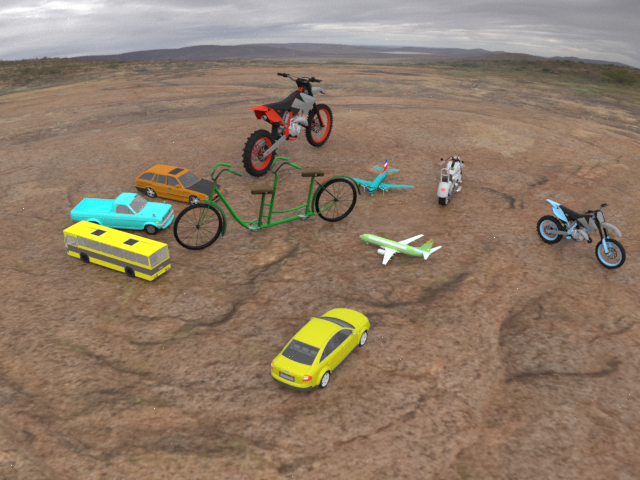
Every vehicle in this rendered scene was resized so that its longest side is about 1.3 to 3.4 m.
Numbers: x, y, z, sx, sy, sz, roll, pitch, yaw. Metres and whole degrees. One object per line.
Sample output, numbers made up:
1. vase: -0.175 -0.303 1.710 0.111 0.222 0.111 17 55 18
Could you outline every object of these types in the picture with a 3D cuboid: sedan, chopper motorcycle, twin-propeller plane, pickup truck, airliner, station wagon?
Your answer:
1. sedan: 0.042 1.199 8.274 0.635 0.483 1.613 16 31 28
2. chopper motorcycle: 2.366 -1.170 12.548 0.466 0.761 1.563 10 29 19
3. twin-propeller plane: 1.084 -1.142 12.881 1.370 0.407 1.095 10 29 19
4. pickup truck: -3.235 -0.473 11.476 1.603 0.511 0.640 4 28 7
5. airliner: 1.152 0.010 10.629 1.307 0.429 1.161 18 33 31
6. station wagon: -2.529 -1.013 12.558 1.597 0.473 0.682 12 30 22

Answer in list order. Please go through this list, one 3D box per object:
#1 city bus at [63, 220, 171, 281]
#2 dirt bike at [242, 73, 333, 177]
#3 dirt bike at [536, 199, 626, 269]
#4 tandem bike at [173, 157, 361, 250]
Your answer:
1. city bus: -2.997 0.162 10.303 1.674 0.460 0.476 14 31 25
2. dirt bike: -0.591 -2.371 13.885 1.024 1.666 2.903 18 32 30
3. dirt bike: 3.916 -0.153 10.480 0.527 0.857 1.493 -20 34 -34
4. tandem bike: -0.757 -0.673 10.974 3.192 1.326 0.550 -12 30 -23
